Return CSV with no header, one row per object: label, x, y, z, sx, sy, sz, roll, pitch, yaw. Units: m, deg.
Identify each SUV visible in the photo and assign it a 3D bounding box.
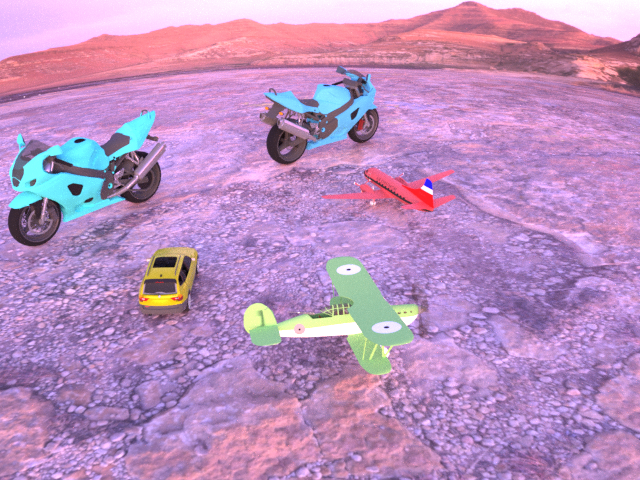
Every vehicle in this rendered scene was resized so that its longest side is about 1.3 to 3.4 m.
SUV,-2.005,0.448,9.333,0.656,0.580,1.572,-1,27,-2

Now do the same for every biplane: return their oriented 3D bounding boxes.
biplane,0.191,0.897,7.994,2.120,0.981,2.598,-5,27,-10

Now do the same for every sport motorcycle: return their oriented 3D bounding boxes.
sport motorcycle,0.100,-2.513,14.095,2.955,1.596,0.983,-20,33,-35
sport motorcycle,-3.682,-1.036,11.154,0.983,1.596,2.955,18,32,31

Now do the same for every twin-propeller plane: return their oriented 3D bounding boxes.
twin-propeller plane,1.307,-0.952,11.883,2.663,0.792,2.129,-13,29,-24
